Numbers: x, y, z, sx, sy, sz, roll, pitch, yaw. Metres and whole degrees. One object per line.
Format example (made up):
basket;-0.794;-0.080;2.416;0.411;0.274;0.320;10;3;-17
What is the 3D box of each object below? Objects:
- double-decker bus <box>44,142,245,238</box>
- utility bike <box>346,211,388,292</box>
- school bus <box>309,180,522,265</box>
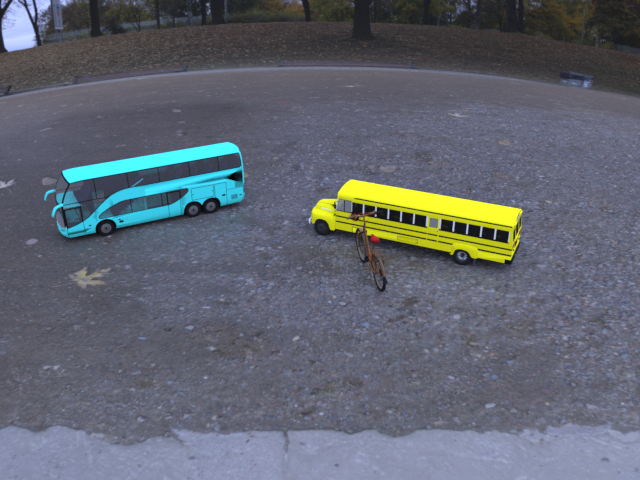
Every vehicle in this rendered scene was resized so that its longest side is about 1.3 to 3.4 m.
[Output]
double-decker bus;-2.861;-0.849;11.735;3.251;1.052;0.756;-14;30;-25
utility bike;0.673;0.108;9.995;0.535;0.946;1.435;-6;28;-12
school bus;1.407;-0.316;10.928;3.322;0.844;0.709;12;30;22
